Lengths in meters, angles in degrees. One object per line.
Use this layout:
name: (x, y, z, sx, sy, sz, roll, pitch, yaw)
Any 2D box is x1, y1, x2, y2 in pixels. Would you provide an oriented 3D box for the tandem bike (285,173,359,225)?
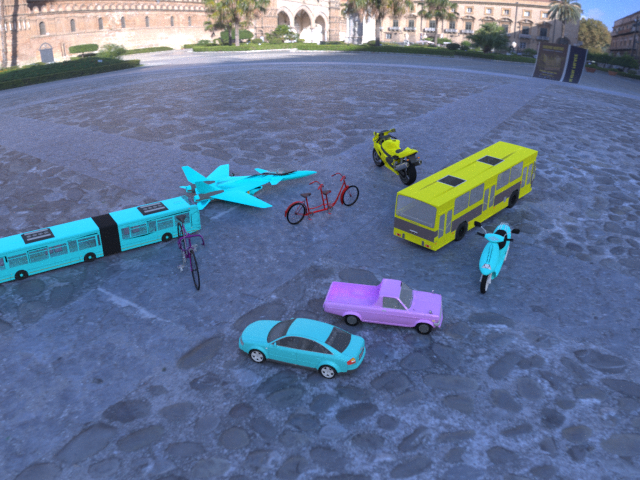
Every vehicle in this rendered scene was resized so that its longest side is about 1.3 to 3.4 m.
tandem bike: (0.056, -0.742, 12.225, 1.642, 0.682, 0.283, -20, 34, -32)

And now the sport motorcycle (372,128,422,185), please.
sport motorcycle: (1.461, -1.657, 13.788, 0.506, 0.821, 1.520, -14, 31, -24)

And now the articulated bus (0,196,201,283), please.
articulated bus: (-3.563, -0.038, 11.036, 3.401, 0.561, 0.605, -16, 32, -28)

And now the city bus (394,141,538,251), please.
city bus: (2.585, -0.793, 12.096, 0.926, 0.894, 3.255, 23, 36, 37)

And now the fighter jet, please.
fighter jet: (-1.237, -1.211, 13.235, 2.640, 0.557, 2.229, -13, 31, -24)

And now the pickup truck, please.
pickup truck: (0.862, 0.834, 9.460, 1.603, 0.511, 0.640, 6, 29, 10)

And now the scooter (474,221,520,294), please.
scooter: (2.596, 0.123, 10.357, 0.662, 0.919, 1.399, 12, 30, 22)

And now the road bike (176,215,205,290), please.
road bike: (-1.980, 0.114, 10.445, 0.358, 0.852, 1.545, -10, 30, -18)

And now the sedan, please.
sedan: (-0.238, 1.261, 8.691, 1.613, 0.483, 0.635, 9, 29, 17)
